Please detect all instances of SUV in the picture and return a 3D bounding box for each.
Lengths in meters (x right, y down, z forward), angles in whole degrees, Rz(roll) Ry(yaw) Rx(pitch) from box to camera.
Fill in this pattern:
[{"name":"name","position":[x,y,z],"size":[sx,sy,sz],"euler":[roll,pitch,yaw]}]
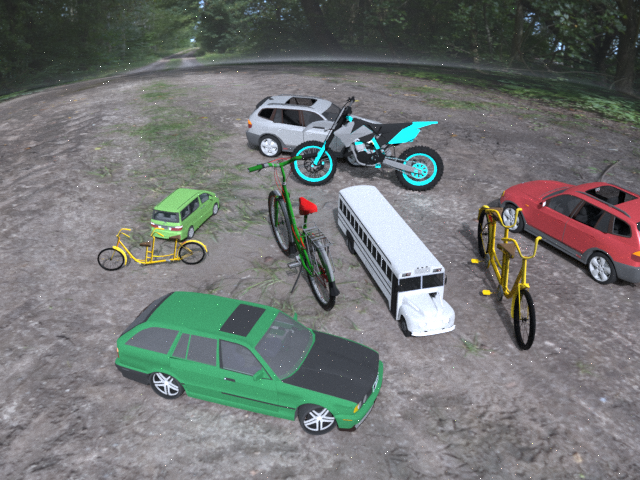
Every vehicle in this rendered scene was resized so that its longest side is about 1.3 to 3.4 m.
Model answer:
[{"name":"SUV","position":[4.197,-0.360,11.043],"size":[1.276,1.128,3.058],"euler":[-15,31,-25]},{"name":"SUV","position":[-0.045,-2.381,14.820],"size":[3.058,1.128,1.276],"euler":[8,29,15]}]

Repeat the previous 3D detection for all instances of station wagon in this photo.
[{"name":"station wagon","position":[-0.808,1.308,8.146],"size":[3.105,0.920,1.327],"euler":[9,29,16]}]

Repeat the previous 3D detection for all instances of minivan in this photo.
[{"name":"minivan","position":[-2.268,-0.535,11.915],"size":[0.681,0.616,1.548],"euler":[9,29,16]}]

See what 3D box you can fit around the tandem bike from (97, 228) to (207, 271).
[{"name":"tandem bike","position":[-2.547,0.127,10.607],"size":[1.642,0.682,0.283],"euler":[-4,28,-8]}]

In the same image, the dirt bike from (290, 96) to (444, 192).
[{"name":"dirt bike","position":[0.865,-1.716,13.008],"size":[2.903,1.666,1.024],"euler":[3,28,6]}]

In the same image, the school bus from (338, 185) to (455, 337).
[{"name":"school bus","position":[1.045,0.218,10.264],"size":[0.709,0.844,3.322],"euler":[-7,29,-13]}]

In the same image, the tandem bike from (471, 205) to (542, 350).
[{"name":"tandem bike","position":[2.582,0.200,9.788],"size":[0.550,1.326,3.192],"euler":[0,28,0]}]

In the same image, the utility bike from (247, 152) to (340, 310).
[{"name":"utility bike","position":[-0.395,-0.209,10.007],"size":[1.039,1.839,2.791],"euler":[-11,30,-19]}]
